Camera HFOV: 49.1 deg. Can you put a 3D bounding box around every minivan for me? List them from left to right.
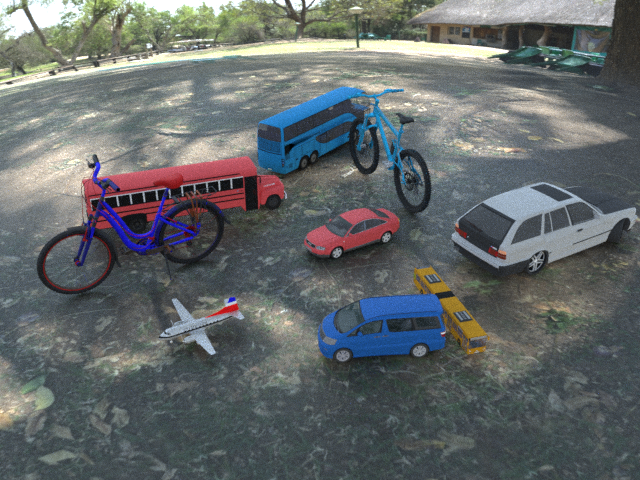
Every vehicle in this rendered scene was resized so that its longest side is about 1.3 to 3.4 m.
[{"bbox_3d":[0.747,1.053,8.588,1.548,0.616,0.681,-3,29,-5],"label":"minivan"}]

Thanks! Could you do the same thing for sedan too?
[{"bbox_3d":[0.504,-0.166,10.930,1.613,0.483,0.635,-17,33,-28],"label":"sedan"}]

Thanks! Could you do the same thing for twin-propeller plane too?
[{"bbox_3d":[-1.525,1.022,8.860,1.095,0.407,1.370,-16,33,-26],"label":"twin-propeller plane"}]

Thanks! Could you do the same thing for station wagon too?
[{"bbox_3d":[3.551,-0.345,10.802,3.105,0.920,1.327,-16,33,-27],"label":"station wagon"}]

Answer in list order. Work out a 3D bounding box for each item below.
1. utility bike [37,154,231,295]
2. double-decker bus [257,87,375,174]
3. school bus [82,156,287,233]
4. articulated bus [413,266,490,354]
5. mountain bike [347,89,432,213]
[{"bbox_3d":[-2.490,-0.219,9.624,2.791,1.839,1.039,-16,33,-27],"label":"utility bike"},{"bbox_3d":[-0.020,-2.290,14.182,0.756,1.052,3.251,19,34,30],"label":"double-decker bus"},{"bbox_3d":[-2.192,-0.795,11.694,3.322,0.844,0.709,-11,31,-18],"label":"school bus"},{"bbox_3d":[1.683,0.884,9.231,0.311,0.289,1.749,-8,30,-14],"label":"articulated bus"},{"bbox_3d":[1.192,-1.648,12.366,1.114,1.688,2.857,-12,31,-21],"label":"mountain bike"}]
